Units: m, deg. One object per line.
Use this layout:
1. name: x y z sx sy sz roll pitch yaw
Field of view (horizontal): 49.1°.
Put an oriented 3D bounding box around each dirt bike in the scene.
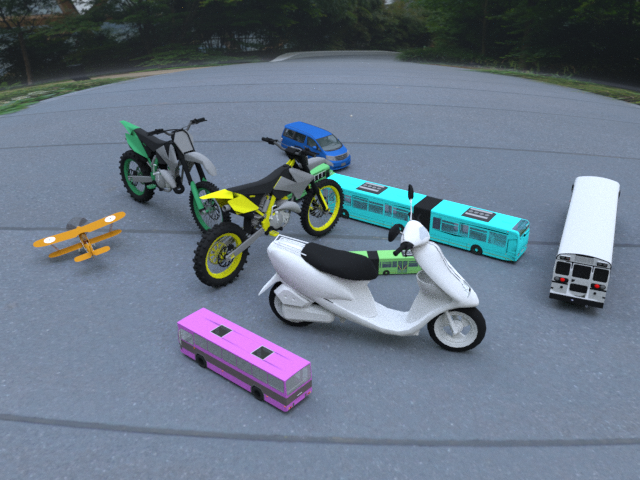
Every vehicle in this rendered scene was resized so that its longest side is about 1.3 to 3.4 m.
1. dirt bike: -0.645 -0.482 9.842 1.024 1.666 2.903 23 35 37
2. dirt bike: -2.366 -1.097 11.034 2.903 1.666 1.024 24 36 38

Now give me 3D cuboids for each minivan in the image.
1. minivan: -0.082 -1.825 13.592 0.681 0.616 1.548 -23 35 -37

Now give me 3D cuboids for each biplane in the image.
1. biplane: -3.404 0.035 10.106 1.336 0.504 1.090 -14 30 -25

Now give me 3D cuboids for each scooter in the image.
1. scooter: 0.585 0.373 8.052 2.721 1.786 1.288 7 28 14

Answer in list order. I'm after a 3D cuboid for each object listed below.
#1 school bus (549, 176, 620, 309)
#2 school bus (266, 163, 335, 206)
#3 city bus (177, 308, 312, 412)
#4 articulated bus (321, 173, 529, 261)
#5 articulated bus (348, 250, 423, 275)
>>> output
1. school bus: 3.857 -0.130 10.056 0.709 0.844 3.322 11 29 20
2. school bus: -0.302 -0.975 12.142 0.365 0.434 1.708 19 33 32
3. city bus: -0.856 1.302 7.698 1.674 0.460 0.476 21 34 34
4. articulated bus: 1.504 -0.396 10.879 3.401 0.561 0.605 17 32 29
5. articulated bus: 0.833 0.316 9.797 1.749 0.289 0.311 -2 27 -3
